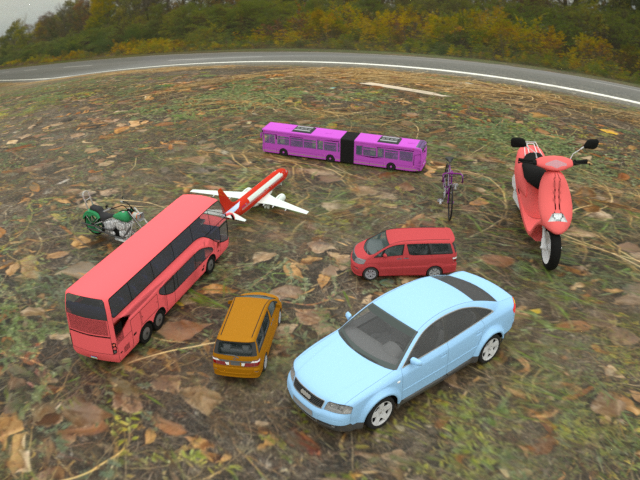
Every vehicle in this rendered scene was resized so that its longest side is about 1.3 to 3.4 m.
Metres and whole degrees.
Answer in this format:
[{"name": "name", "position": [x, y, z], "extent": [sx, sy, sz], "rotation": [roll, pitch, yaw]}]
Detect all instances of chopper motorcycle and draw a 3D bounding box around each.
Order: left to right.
[{"name": "chopper motorcycle", "position": [-3.117, -0.304, 11.069], "extent": [1.563, 0.761, 0.466], "rotation": [13, 31, 22]}]

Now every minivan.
[{"name": "minivan", "position": [-0.879, 1.065, 8.730], "extent": [0.681, 0.616, 1.548], "rotation": [4, 29, 7]}, {"name": "minivan", "position": [1.227, 0.176, 10.346], "extent": [1.548, 0.616, 0.681], "rotation": [-1, 29, -2]}]

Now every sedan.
[{"name": "sedan", "position": [1.025, 1.138, 8.261], "extent": [3.137, 0.940, 1.235], "rotation": [-21, 35, -33]}]

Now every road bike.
[{"name": "road bike", "position": [2.244, -0.964, 12.175], "extent": [0.358, 0.852, 1.545], "rotation": [2, 29, 4]}]

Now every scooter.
[{"name": "scooter", "position": [3.494, -0.869, 11.032], "extent": [1.288, 1.786, 2.721], "rotation": [2, 29, 3]}]

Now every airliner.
[{"name": "airliner", "position": [-1.129, -0.954, 12.173], "extent": [2.257, 0.835, 2.541], "rotation": [12, 31, 20]}]

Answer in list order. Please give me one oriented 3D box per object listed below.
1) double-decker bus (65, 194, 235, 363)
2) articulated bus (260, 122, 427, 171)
[{"name": "double-decker bus", "position": [-2.191, 0.361, 9.558], "extent": [0.756, 1.052, 3.251], "rotation": [9, 30, 17]}, {"name": "articulated bus", "position": [0.436, -1.897, 14.172], "extent": [3.401, 0.561, 0.605], "rotation": [10, 30, 17]}]
